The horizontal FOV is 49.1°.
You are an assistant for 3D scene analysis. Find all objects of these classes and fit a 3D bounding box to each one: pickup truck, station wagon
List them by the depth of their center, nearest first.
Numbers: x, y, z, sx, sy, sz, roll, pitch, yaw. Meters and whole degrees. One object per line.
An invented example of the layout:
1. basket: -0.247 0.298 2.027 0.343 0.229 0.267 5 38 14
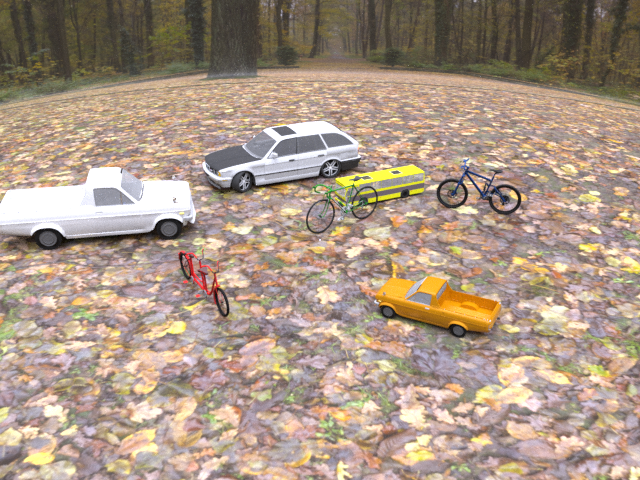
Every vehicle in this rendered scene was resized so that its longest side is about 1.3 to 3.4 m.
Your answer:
1. pickup truck: 1.528 0.809 9.149 1.603 0.511 0.640 13 29 24
2. pickup truck: -3.634 -0.599 11.471 3.117 0.993 1.244 -5 27 -10
3. station wagon: -0.769 -1.719 13.835 3.105 0.920 1.327 -11 28 -22

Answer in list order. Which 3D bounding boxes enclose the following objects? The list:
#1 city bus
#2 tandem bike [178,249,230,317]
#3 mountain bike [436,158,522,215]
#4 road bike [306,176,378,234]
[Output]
1. city bus: 1.103 -0.976 12.845 1.674 0.460 0.476 -12 29 -23
2. tandem bike: -1.626 0.468 9.650 0.283 0.682 1.642 -16 30 -29
3. mountain bike: 2.783 -0.906 12.237 1.469 0.868 0.573 8 27 16
4. road bike: 0.388 -0.626 11.687 1.545 0.852 0.358 -19 32 -33
